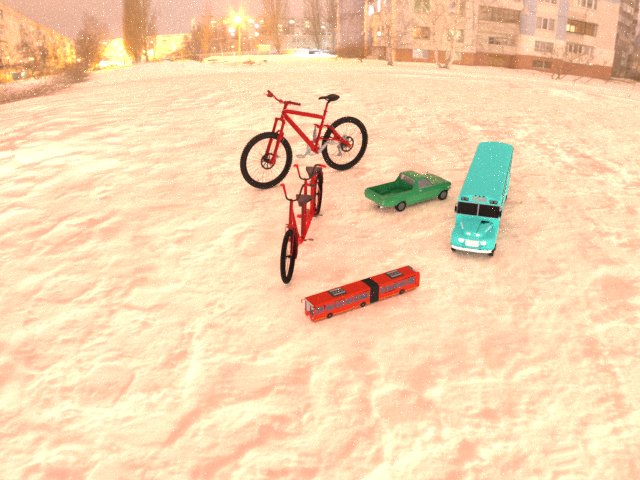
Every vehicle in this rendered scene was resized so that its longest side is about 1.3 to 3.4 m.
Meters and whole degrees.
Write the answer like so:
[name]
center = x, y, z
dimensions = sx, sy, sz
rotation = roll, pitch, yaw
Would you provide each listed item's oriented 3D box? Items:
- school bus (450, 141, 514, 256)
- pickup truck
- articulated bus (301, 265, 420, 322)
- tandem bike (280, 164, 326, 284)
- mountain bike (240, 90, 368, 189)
[school bus]
center = 2.768, -0.763, 11.765
dimensions = 0.709, 0.844, 3.322
rotation = 8, 27, 16
[pickup truck]
center = 1.581, -0.924, 12.469
dimensions = 1.603, 0.511, 0.640
rotation = -16, 30, -28
[articulated bus]
center = 0.581, 0.706, 9.416
dimensions = 1.749, 0.289, 0.311
rotation = -15, 30, -28
[tandem bike]
center = -0.237, -0.536, 10.761
dimensions = 0.550, 1.326, 3.192
rotation = 4, 27, 9
[mountain bike]
center = -0.248, -1.952, 13.221
dimensions = 2.857, 1.688, 1.114
rotation = -16, 31, -30
